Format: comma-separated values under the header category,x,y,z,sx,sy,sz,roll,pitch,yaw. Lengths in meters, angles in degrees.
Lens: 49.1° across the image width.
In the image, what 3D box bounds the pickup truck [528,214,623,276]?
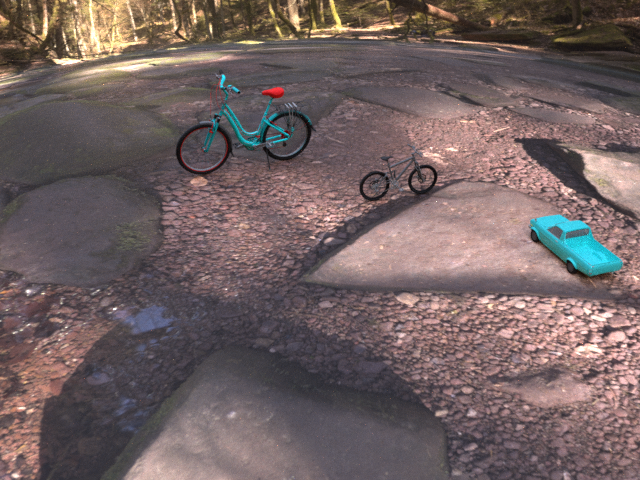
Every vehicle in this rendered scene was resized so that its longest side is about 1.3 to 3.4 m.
category,x,y,z,sx,sy,sz,roll,pitch,yaw
pickup truck,3.820,0.028,10.549,0.640,0.511,1.603,-9,32,-15

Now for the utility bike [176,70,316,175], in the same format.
category,x,y,z,sx,sy,sz,roll,pitch,yaw
utility bike,-1.302,-2.146,12.946,2.791,1.839,1.039,-13,33,-21

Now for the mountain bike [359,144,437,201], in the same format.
category,x,y,z,sx,sy,sz,roll,pitch,yaw
mountain bike,1.384,-1.137,12.184,1.469,0.868,0.573,-9,32,-15
